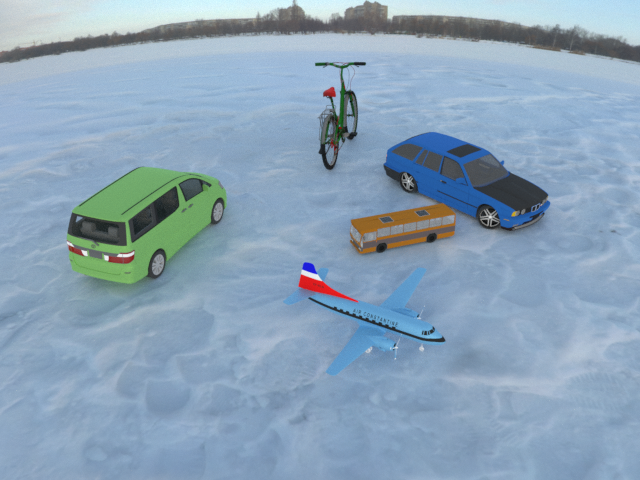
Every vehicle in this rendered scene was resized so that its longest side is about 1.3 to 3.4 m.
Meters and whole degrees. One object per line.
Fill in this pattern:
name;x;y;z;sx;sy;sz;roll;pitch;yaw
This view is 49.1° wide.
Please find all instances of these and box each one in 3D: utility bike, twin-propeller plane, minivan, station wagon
utility bike;0.308;-2.608;14.062;1.039;1.839;2.791;8;30;14
twin-propeller plane;0.622;0.863;8.970;2.129;0.792;2.663;16;33;26
minivan;-2.577;-0.463;10.910;1.324;1.197;3.011;11;31;19
station wagon;2.563;-1.147;12.406;1.327;0.920;3.105;-22;36;-34

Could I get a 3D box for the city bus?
city bus;1.321;-0.172;11.144;1.674;0.460;0.476;-11;31;-18
